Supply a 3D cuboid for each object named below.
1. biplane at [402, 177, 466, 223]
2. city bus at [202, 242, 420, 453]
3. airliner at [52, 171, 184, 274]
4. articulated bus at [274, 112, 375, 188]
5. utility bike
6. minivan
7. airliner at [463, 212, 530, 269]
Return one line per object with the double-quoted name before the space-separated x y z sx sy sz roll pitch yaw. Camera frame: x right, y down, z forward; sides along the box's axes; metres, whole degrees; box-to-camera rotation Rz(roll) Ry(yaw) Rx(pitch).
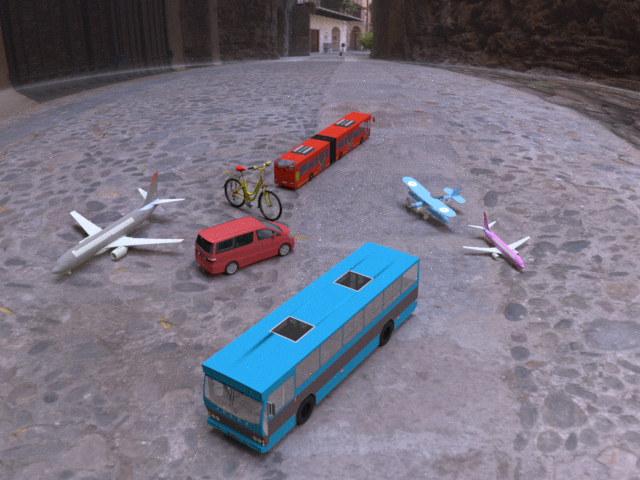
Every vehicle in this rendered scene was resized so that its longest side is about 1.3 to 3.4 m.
"biplane" 1.971 -0.651 11.965 1.090 0.504 1.336 -15 32 -26
"city bus" 0.044 1.124 8.210 0.926 0.894 3.255 18 33 30
"airliner" -3.252 -0.272 10.898 2.257 0.835 2.541 13 31 23
"articulated bus" 0.146 -1.891 14.235 0.605 0.561 3.401 14 31 25
"utility bike" -1.146 -0.910 11.982 1.435 0.946 0.535 21 35 35
"minivan" -1.115 0.011 10.600 1.548 0.616 0.681 -20 34 -32
"airliner" 2.812 0.013 10.795 1.161 0.429 1.307 -8 29 -15
